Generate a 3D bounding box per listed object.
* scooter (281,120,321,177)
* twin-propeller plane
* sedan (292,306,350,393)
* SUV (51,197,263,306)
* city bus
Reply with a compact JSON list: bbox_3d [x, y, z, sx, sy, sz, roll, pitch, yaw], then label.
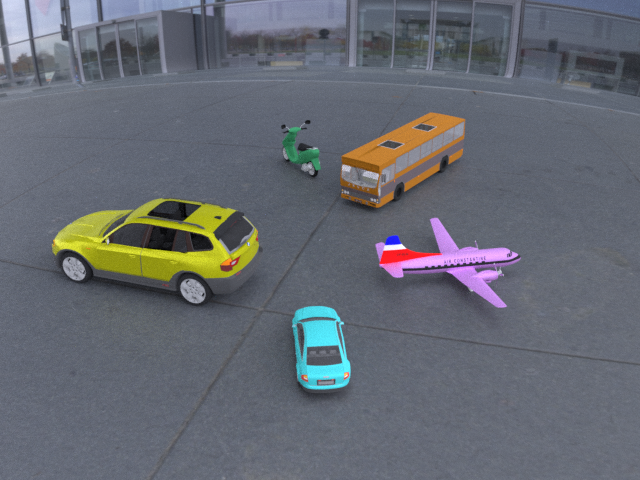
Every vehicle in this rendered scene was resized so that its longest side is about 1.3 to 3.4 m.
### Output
[{"bbox_3d":[-0.389,-1.827,13.764,0.662,0.919,1.399,-16,31,-28],"label":"scooter"},{"bbox_3d":[1.875,0.217,9.940,2.129,0.792,2.663,-5,28,-10],"label":"twin-propeller plane"},{"bbox_3d":[-0.004,1.208,8.355,0.635,0.483,1.613,-2,27,-5],"label":"sedan"},{"bbox_3d":[-2.346,0.011,9.973,3.058,1.128,1.276,9,29,17],"label":"SUV"},{"bbox_3d":[1.636,-1.542,13.239,0.926,0.894,3.255,19,33,32],"label":"city bus"}]
